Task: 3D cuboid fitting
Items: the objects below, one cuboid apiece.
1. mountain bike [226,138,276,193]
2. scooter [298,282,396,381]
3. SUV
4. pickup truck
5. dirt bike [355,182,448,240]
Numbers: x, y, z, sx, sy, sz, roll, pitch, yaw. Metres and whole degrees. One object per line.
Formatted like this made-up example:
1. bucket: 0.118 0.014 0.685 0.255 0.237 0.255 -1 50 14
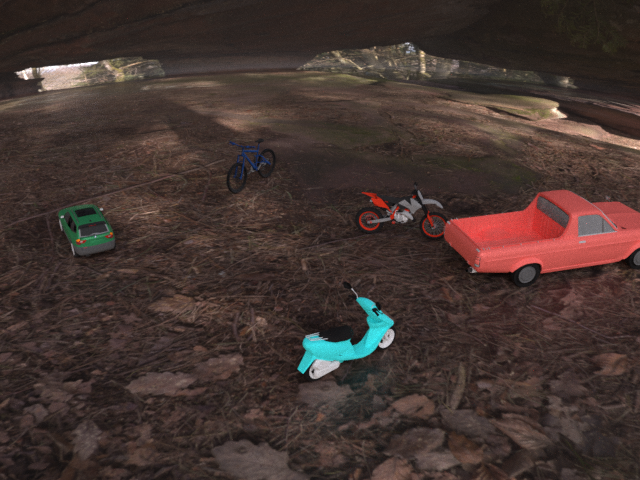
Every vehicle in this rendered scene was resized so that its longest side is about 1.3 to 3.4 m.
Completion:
1. mountain bike: -1.266 -1.438 12.976 0.573 0.868 1.469 16 30 28
2. scooter: 0.344 1.041 7.948 1.399 0.919 0.662 -18 32 -32
3. SUV: -3.658 -0.253 10.923 0.656 0.580 1.572 -14 30 -25
4. pickup truck: 3.421 -0.125 10.204 3.117 0.993 1.244 -7 27 -14
5. dirt bike: 1.295 -0.443 10.993 1.493 0.857 0.527 6 27 11
